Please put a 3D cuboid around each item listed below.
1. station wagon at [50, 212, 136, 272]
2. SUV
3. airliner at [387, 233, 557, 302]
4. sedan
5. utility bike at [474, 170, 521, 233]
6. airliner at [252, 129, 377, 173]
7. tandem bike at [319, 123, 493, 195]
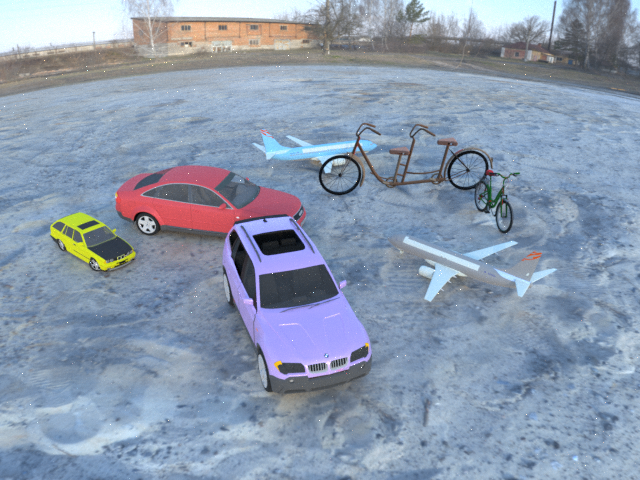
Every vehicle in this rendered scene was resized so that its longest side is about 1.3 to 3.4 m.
[{"bbox_3d":[-3.468,-0.013,10.640,1.597,0.473,0.682,23,35,37],"label":"station wagon"},{"bbox_3d":[-0.396,0.654,8.644,1.276,1.128,3.058,-9,29,-17],"label":"SUV"},{"bbox_3d":[1.962,0.151,9.932,2.541,0.835,2.257,24,36,38],"label":"airliner"},{"bbox_3d":[-1.772,-0.641,11.344,3.137,0.940,1.235,7,28,13],"label":"sedan"},{"bbox_3d":[2.919,-0.759,11.565,0.535,0.946,1.435,-6,28,-11],"label":"utility bike"},{"bbox_3d":[-0.002,-1.947,13.973,2.541,0.835,2.257,-10,29,-19],"label":"airliner"},{"bbox_3d":[1.562,-1.450,12.485,3.192,1.326,0.550,-3,28,-6],"label":"tandem bike"}]
